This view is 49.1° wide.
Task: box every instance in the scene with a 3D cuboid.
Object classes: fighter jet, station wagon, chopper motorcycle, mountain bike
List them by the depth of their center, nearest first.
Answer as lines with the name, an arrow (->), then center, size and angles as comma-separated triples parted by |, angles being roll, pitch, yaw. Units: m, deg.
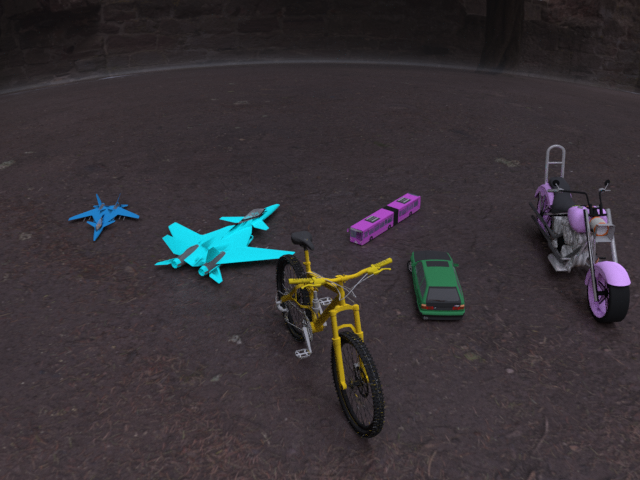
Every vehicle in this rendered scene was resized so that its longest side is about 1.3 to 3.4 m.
mountain bike -> 0.021, 0.820, 7.690 | 1.114, 1.688, 2.857 | -11, 29, -20
station wagon -> 1.590, 0.511, 9.602 | 0.682, 0.473, 1.597 | 1, 27, 1
chopper motorcycle -> 3.646, -0.173, 9.827 | 0.906, 1.480, 3.040 | -1, 27, -2
fighter jet -> -1.306, -0.221, 10.920 | 2.229, 0.557, 2.640 | 13, 30, 24
fighter jet -> -3.582, -0.377, 11.514 | 1.147, 0.286, 1.358 | -2, 28, -4

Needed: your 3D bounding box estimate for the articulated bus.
articulated bus -> 1.088, -0.363, 11.485 | 0.311, 0.289, 1.749 | 20, 34, 34
